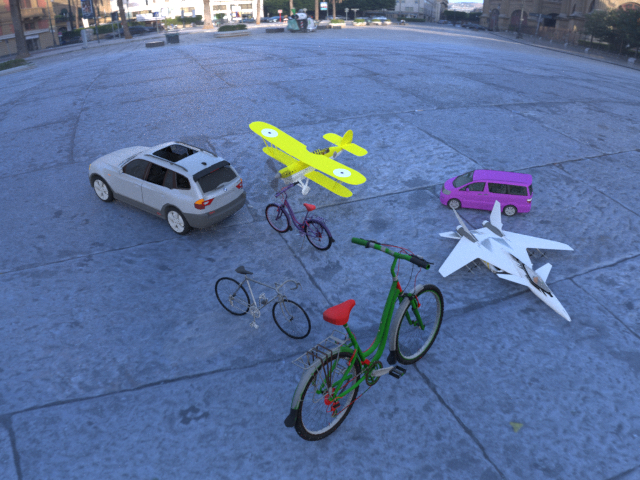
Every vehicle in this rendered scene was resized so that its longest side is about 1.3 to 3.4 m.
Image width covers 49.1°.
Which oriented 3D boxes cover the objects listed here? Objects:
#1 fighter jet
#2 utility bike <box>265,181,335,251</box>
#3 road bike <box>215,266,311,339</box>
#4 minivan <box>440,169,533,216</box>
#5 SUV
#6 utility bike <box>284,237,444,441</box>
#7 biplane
[{"bbox_3d":[2.874,0.285,10.226,2.229,0.557,2.640,-10,33,-16],"label":"fighter jet"},{"bbox_3d":[-0.369,-0.353,10.907,1.435,0.946,0.535,23,38,33],"label":"utility bike"},{"bbox_3d":[-0.772,0.779,9.121,1.545,0.852,0.358,18,35,27],"label":"road bike"},{"bbox_3d":[2.867,-0.860,12.066,1.548,0.616,0.681,8,32,13],"label":"minivan"},{"bbox_3d":[-2.667,-1.089,11.949,3.058,1.128,1.276,21,37,31],"label":"SUV"},{"bbox_3d":[0.524,0.987,7.820,1.039,1.839,2.791,25,39,35],"label":"utility bike"},{"bbox_3d":[-0.051,-1.443,12.680,2.598,0.981,2.120,24,39,34],"label":"biplane"}]
